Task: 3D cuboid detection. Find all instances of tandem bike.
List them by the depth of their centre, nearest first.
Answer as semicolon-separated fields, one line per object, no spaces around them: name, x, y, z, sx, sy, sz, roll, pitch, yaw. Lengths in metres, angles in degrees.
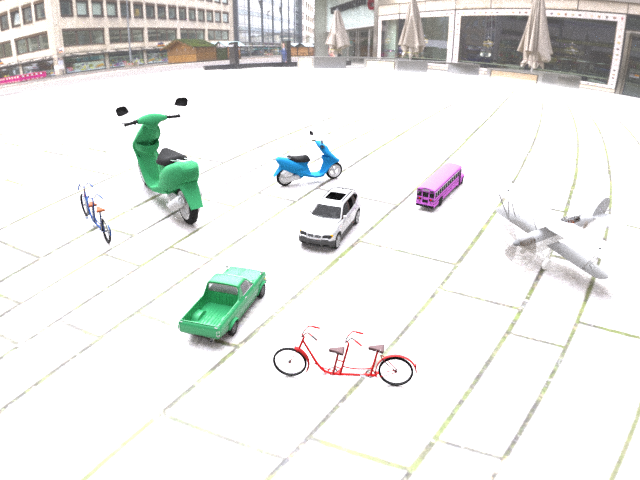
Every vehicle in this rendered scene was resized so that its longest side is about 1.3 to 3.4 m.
tandem bike;0.270;1.311;7.863;1.642;0.682;0.283;4;27;7
tandem bike;-3.701;-0.489;11.458;0.283;0.682;1.642;-16;31;-29

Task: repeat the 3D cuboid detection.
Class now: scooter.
scooter;-2.704;-1.441;12.126;1.288;1.786;2.721;-16;31;-29
scooter;-0.220;-1.523;13.259;1.399;0.919;0.662;-10;28;-19

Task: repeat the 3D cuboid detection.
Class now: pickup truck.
pickup truck;-1.239;0.760;9.154;0.640;0.511;1.603;8;28;16

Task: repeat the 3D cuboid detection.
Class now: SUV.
SUV;0.185;-0.394;11.382;0.656;0.580;1.572;10;28;19

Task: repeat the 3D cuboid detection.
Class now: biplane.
biplane;3.650;-0.158;10.463;2.120;0.981;2.598;-17;31;-30

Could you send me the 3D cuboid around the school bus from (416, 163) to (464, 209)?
school bus;2.234;-1.028;12.810;0.365;0.434;1.708;14;30;26
